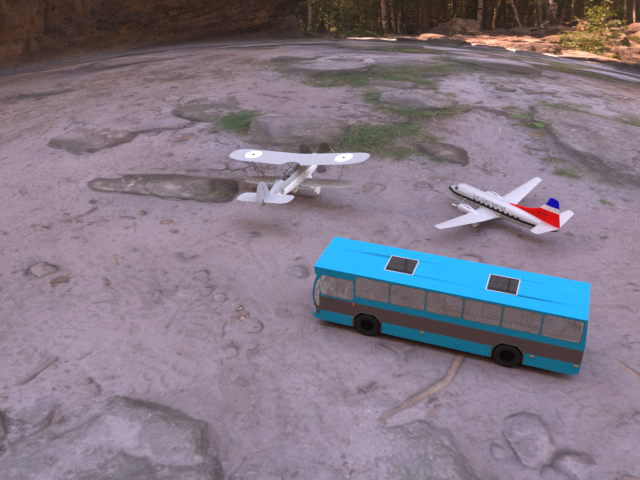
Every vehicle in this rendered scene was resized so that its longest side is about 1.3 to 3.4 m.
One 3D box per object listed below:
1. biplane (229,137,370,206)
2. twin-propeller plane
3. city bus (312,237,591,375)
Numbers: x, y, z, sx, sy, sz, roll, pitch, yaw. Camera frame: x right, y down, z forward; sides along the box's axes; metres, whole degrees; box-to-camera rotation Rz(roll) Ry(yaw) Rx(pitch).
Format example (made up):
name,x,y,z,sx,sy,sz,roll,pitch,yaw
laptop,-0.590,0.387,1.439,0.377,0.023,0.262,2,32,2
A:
name,x,y,z,sx,sy,sz,roll,pitch,yaw
biplane,-0.531,-1.032,11.666,2.598,0.981,2.120,14,33,22
twin-propeller plane,2.884,-0.605,11.123,2.663,0.792,2.129,-24,38,-34
city bus,1.562,0.795,8.625,3.255,0.894,0.926,11,32,17
